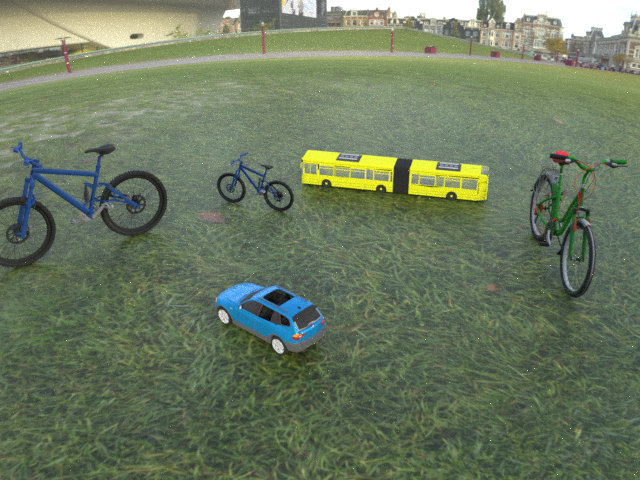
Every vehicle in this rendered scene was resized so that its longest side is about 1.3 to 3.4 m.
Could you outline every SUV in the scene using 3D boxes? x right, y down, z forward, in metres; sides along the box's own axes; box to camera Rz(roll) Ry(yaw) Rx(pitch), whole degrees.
[{"bbox_3d":[-0.648,0.883,8.797,1.572,0.580,0.656,22,35,35],"label":"SUV"}]

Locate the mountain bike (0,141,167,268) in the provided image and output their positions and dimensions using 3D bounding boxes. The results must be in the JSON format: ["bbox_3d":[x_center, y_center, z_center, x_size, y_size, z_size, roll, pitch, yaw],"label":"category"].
[{"bbox_3d":[-3.658,-0.609,10.432,2.857,1.688,1.114,-18,33,-30],"label":"mountain bike"}]

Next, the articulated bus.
[{"bbox_3d":[1.317,-1.182,12.720,3.401,0.561,0.605,7,29,13],"label":"articulated bus"}]

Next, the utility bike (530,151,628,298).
[{"bbox_3d":[3.586,-0.494,10.054,1.039,1.839,2.791,0,28,0],"label":"utility bike"}]

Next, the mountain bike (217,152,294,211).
[{"bbox_3d":[-1.123,-0.968,11.987,1.469,0.868,0.573,11,30,20],"label":"mountain bike"}]
